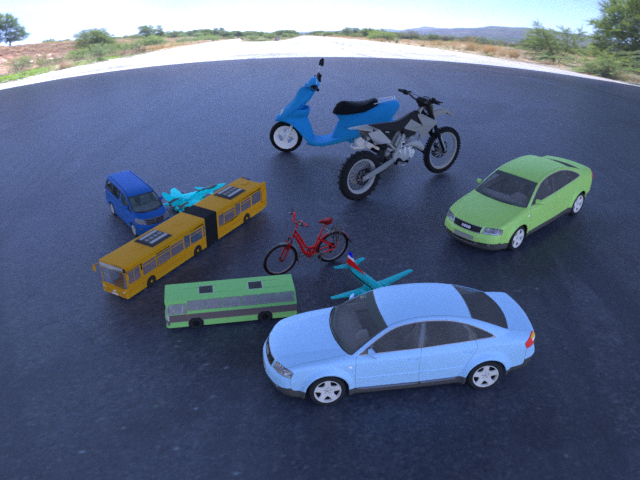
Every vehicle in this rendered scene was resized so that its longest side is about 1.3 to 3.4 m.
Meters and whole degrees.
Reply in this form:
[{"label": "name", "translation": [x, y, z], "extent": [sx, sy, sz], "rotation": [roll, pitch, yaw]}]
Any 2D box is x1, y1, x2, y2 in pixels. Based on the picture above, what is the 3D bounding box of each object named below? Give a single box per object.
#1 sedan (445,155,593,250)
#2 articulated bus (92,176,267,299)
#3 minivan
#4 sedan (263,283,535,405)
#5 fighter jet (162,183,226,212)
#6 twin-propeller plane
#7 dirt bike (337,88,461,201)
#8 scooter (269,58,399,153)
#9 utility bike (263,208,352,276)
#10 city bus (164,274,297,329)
[{"label": "sedan", "translation": [3.308, -0.755, 11.467], "extent": [3.137, 0.940, 1.235], "rotation": [-24, 37, -37]}, {"label": "articulated bus", "translation": [-1.970, -0.136, 10.725], "extent": [0.605, 0.561, 3.401], "rotation": [16, 32, 26]}, {"label": "minivan", "translation": [-3.022, -0.615, 11.548], "extent": [0.681, 0.616, 1.548], "rotation": [-19, 34, -31]}, {"label": "sedan", "translation": [0.904, 1.083, 8.090], "extent": [3.137, 0.940, 1.235], "rotation": [-4, 29, -8]}, {"label": "fighter jet", "translation": [-2.139, -0.860, 12.343], "extent": [1.147, 0.286, 1.358], "rotation": [20, 35, 33]}, {"label": "twin-propeller plane", "translation": [0.675, 0.533, 9.658], "extent": [1.370, 0.407, 1.095], "rotation": [-17, 33, -28]}, {"label": "dirt bike", "translation": [1.491, -1.739, 12.514], "extent": [2.903, 1.666, 1.024], "rotation": [-19, 34, -31]}, {"label": "scooter", "translation": [0.331, -2.579, 13.932], "extent": [2.721, 1.786, 1.288], "rotation": [1, 29, 2]}, {"label": "utility bike", "translation": [-0.140, 0.027, 10.024], "extent": [1.435, 0.946, 0.535], "rotation": [-14, 32, -24]}, {"label": "city bus", "translation": [-1.157, 0.807, 9.098], "extent": [1.674, 0.460, 0.476], "rotation": [-5, 29, -8]}]
